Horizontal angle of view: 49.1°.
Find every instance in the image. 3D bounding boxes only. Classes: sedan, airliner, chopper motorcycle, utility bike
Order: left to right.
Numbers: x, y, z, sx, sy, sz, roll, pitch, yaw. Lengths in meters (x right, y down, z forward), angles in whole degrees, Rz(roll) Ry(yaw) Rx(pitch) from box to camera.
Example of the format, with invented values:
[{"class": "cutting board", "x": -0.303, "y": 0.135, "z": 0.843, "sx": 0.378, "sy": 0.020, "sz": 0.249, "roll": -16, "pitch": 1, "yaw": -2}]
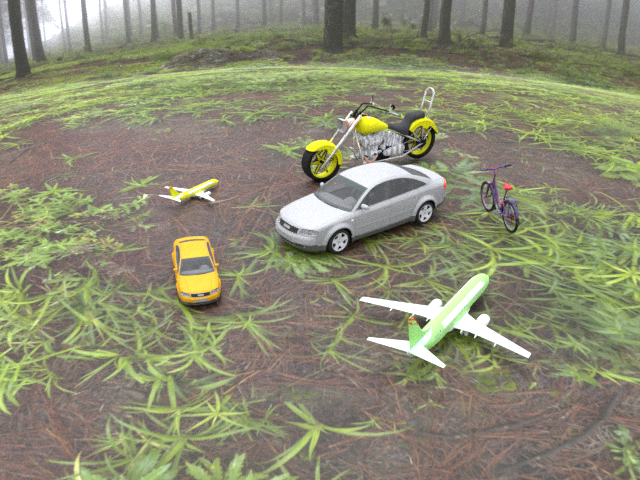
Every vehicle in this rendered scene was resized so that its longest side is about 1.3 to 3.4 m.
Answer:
[{"class": "airliner", "x": -2.269, "y": -0.972, "z": 12.648, "sx": 1.161, "sy": 0.429, "sz": 1.307, "roll": 16, "pitch": 31, "yaw": 29}, {"class": "sedan", "x": -1.771, "y": 0.367, "z": 9.959, "sx": 0.635, "sy": 0.483, "sz": 1.613, "roll": -6, "pitch": 28, "yaw": -12}, {"class": "sedan", "x": 0.713, "y": -0.661, "z": 11.474, "sx": 3.137, "sy": 0.940, "sz": 1.235, "roll": -18, "pitch": 32, "yaw": -32}, {"class": "chopper motorcycle", "x": 1.023, "y": -2.074, "z": 13.652, "sx": 3.040, "sy": 1.480, "sz": 0.906, "roll": -14, "pitch": 30, "yaw": -26}, {"class": "airliner", "x": 1.640, "y": 0.779, "z": 8.764, "sx": 2.257, "sy": 0.835, "sz": 2.541, "roll": 17, "pitch": 31, "yaw": 30}, {"class": "utility bike", "x": 2.944, "y": -0.729, "z": 11.602, "sx": 0.535, "sy": 0.946, "sz": 1.435, "roll": -6, "pitch": 28, "yaw": -11}]
